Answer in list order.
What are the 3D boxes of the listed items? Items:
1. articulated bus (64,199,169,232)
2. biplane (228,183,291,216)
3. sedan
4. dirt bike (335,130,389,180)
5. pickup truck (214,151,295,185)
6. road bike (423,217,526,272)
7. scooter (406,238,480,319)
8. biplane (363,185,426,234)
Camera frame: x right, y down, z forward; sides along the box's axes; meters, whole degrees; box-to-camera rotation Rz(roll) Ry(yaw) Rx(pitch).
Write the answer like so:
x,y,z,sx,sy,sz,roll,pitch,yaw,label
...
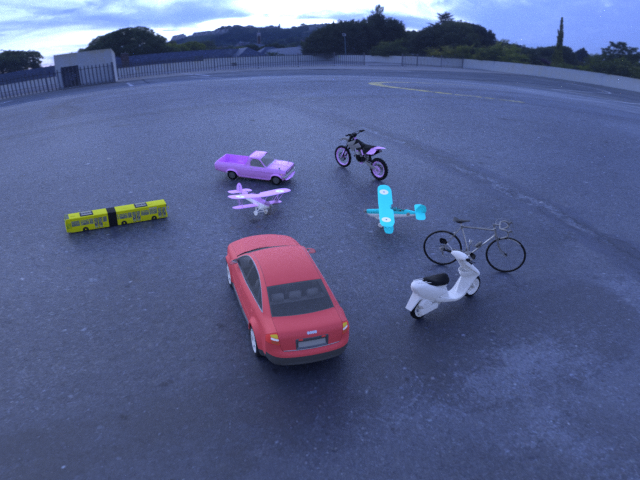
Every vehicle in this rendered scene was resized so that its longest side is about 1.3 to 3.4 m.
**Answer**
x,y,z,sx,sy,sz,roll,pitch,yaw,label
-3.546,-0.422,12.264,1.749,0.289,0.311,-11,28,-21,articulated bus
-1.178,-0.758,12.702,1.336,0.504,1.090,-22,34,-37,biplane
-0.535,0.571,9.518,1.235,0.940,3.137,-8,27,-15,sedan
0.831,-1.767,14.346,0.527,0.857,1.493,-23,34,-38,dirt bike
-1.323,-1.523,14.243,1.603,0.511,0.640,8,27,16,pickup truck
2.352,0.059,10.654,1.545,0.852,0.358,7,27,13,road bike
1.741,0.531,9.622,1.399,0.919,0.662,-18,31,-32,scooter
1.292,-0.468,12.114,1.090,0.504,1.336,1,26,2,biplane
